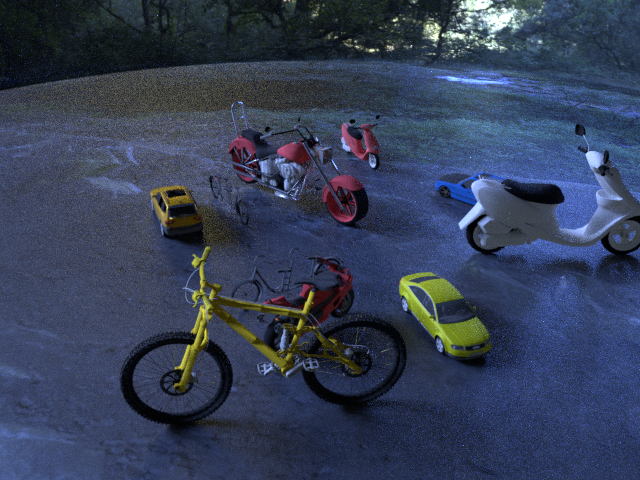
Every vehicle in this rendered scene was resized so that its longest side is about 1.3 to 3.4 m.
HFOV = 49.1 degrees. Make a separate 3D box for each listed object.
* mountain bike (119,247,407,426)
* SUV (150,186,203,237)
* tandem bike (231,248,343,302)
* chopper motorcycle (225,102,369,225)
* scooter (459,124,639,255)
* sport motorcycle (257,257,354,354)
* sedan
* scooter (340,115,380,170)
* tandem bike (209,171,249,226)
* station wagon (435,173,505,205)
[{"bbox_3d":[-0.525,1.027,6.840,2.857,1.688,1.114,-4,28,-8],"label":"mountain bike"},{"bbox_3d":[-2.300,-0.564,11.138,0.656,0.580,1.572,-10,29,-18],"label":"SUV"},{"bbox_3d":[-0.399,0.430,9.098,1.642,0.682,0.283,-14,31,-26],"label":"tandem bike"},{"bbox_3d":[-0.438,-1.300,11.584,3.040,1.480,0.906,23,35,37],"label":"chopper motorcycle"},{"bbox_3d":[3.378,-0.600,9.891,2.721,1.786,1.288,1,27,1],"label":"scooter"},{"bbox_3d":[-0.107,0.772,8.283,0.506,0.821,1.520,23,35,38],"label":"sport motorcycle"},{"bbox_3d":[1.501,0.847,8.505,0.635,0.483,1.613,-9,29,-17],"label":"sedan"},{"bbox_3d":[0.774,-1.967,13.493,0.662,0.919,1.399,-13,30,-24],"label":"scooter"},{"bbox_3d":[-1.515,-0.793,11.472,0.283,0.682,1.642,-14,30,-25],"label":"tandem bike"},{"bbox_3d":[2.708,-0.873,11.855,0.682,0.473,1.597,-24,36,-39],"label":"station wagon"}]
